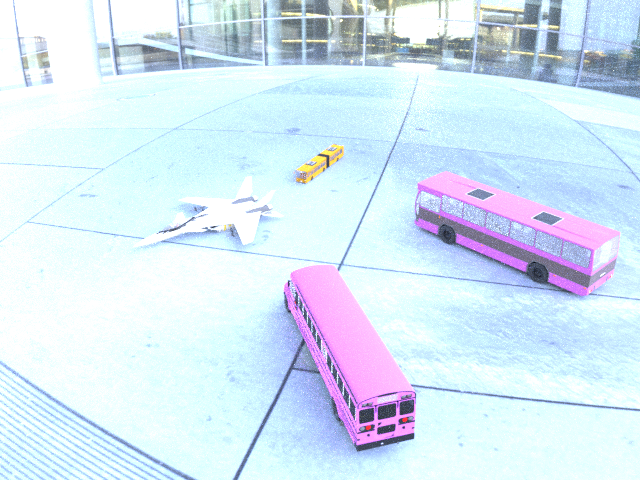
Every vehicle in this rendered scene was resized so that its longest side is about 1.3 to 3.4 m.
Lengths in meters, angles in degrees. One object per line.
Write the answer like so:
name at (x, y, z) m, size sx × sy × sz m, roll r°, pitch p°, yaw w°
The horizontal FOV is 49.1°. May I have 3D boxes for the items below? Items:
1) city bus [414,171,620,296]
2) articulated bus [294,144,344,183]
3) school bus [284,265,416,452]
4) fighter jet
city bus at (3.021, -0.148, 11.220) m, size 0.926 × 0.894 × 3.255 m, roll -24°, pitch 36°, yaw -37°
articulated bus at (0.012, -1.615, 14.634) m, size 0.311 × 0.289 × 1.749 m, roll 14°, pitch 31°, yaw 24°
school bus at (0.225, 1.210, 8.711) m, size 0.709 × 0.844 × 3.322 m, roll -8°, pitch 29°, yaw -15°
fighter jet at (-2.028, -0.420, 12.093) m, size 2.640 × 0.557 × 2.229 m, roll -20°, pitch 34°, yaw -33°
